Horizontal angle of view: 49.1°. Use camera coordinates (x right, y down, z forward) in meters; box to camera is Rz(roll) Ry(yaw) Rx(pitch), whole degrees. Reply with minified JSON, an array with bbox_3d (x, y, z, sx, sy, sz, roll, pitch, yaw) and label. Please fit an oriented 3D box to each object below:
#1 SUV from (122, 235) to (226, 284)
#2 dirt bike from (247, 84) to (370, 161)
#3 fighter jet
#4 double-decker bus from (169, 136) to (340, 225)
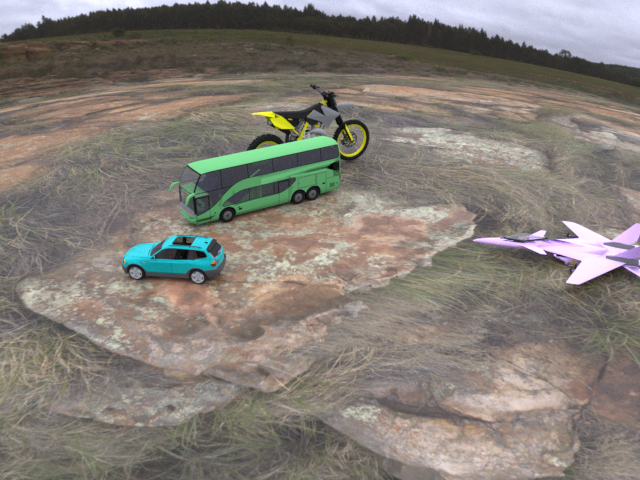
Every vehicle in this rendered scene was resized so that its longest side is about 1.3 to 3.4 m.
[{"bbox_3d":[-2.232,0.247,10.693,1.572,0.580,0.656,4,27,7],"label":"SUV"},{"bbox_3d":[-0.217,-2.275,14.530,2.903,1.666,1.024,-13,30,-25],"label":"dirt bike"},{"bbox_3d":[3.801,0.013,11.188,2.640,0.557,2.229,7,27,14],"label":"fighter jet"},{"bbox_3d":[-1.102,-1.111,12.885,3.251,1.052,0.756,-16,31,-29],"label":"double-decker bus"}]
